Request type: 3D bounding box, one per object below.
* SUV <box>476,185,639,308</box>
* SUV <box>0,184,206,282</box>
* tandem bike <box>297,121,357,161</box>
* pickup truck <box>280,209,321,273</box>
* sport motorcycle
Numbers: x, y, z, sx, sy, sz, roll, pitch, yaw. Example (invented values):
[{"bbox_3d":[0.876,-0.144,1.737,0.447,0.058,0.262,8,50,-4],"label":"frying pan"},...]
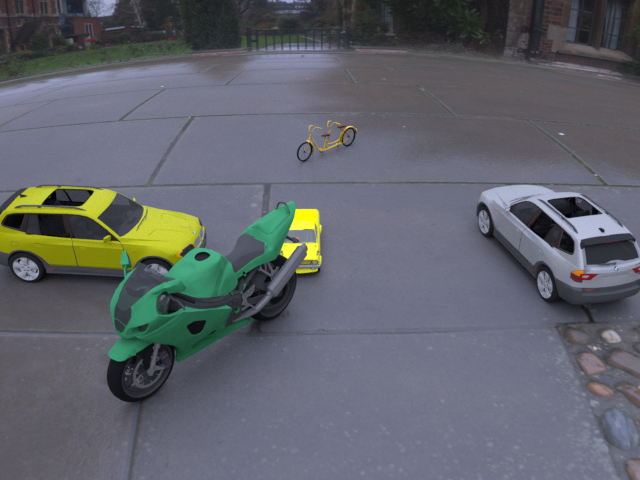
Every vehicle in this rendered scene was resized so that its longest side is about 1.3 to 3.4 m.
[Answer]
[{"bbox_3d":[3.418,-0.165,10.230,1.276,1.128,3.058,-7,30,-12],"label":"SUV"},{"bbox_3d":[-3.208,-0.124,10.157,3.058,1.128,1.276,3,30,4],"label":"SUV"},{"bbox_3d":[0.158,-2.056,14.031,1.642,0.682,0.283,-24,37,-36],"label":"tandem bike"},{"bbox_3d":[-0.295,-0.057,10.666,0.640,0.511,1.603,0,29,0],"label":"pickup truck"},{"bbox_3d":[-1.294,0.673,8.272,0.983,1.596,2.955,23,37,34],"label":"sport motorcycle"}]
